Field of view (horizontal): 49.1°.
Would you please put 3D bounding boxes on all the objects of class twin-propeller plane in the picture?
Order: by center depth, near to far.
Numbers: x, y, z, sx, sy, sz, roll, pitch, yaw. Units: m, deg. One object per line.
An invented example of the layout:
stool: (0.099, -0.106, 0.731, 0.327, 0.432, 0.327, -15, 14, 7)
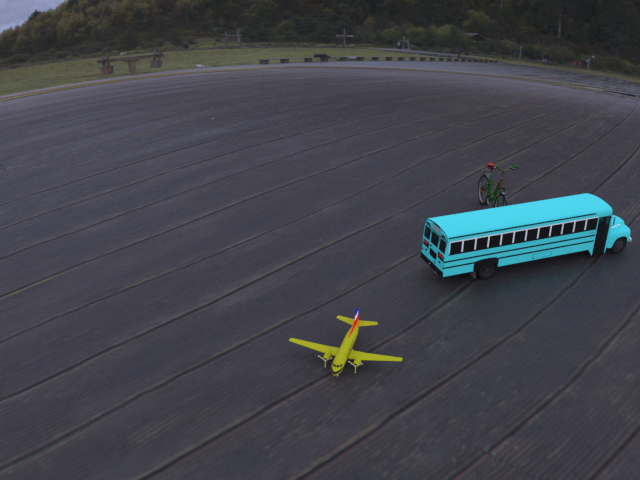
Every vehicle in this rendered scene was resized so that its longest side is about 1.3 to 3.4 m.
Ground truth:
twin-propeller plane: (0.318, 1.210, 8.261, 1.370, 0.407, 1.095, 8, 28, 15)

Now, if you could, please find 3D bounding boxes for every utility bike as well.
utility bike: (2.973, -0.892, 11.809, 0.535, 0.946, 1.435, -3, 27, -6)

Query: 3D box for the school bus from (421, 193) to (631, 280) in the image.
school bus: (3.139, -0.092, 10.344, 3.322, 0.844, 0.709, -9, 28, -17)
